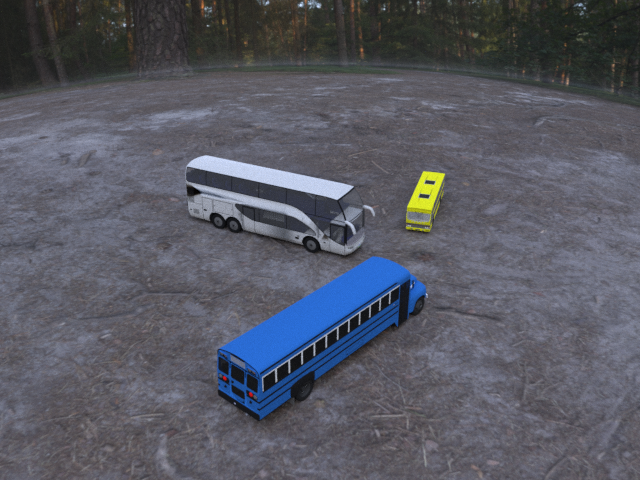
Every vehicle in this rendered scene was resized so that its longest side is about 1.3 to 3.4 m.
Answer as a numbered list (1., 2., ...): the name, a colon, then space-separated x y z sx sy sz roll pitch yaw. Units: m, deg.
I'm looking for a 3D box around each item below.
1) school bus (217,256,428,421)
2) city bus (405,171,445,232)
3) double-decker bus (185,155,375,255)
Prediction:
1. school bus: 0.198 1.025 8.605 0.709 0.844 3.322 22 35 36
2. city bus: 1.863 -0.679 12.284 0.476 0.460 1.674 8 29 15
3. double-decker bus: -0.731 -0.579 11.454 3.251 1.052 0.756 14 31 25
